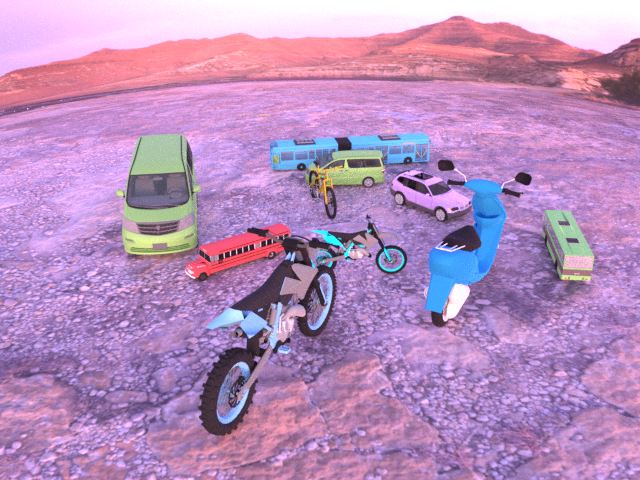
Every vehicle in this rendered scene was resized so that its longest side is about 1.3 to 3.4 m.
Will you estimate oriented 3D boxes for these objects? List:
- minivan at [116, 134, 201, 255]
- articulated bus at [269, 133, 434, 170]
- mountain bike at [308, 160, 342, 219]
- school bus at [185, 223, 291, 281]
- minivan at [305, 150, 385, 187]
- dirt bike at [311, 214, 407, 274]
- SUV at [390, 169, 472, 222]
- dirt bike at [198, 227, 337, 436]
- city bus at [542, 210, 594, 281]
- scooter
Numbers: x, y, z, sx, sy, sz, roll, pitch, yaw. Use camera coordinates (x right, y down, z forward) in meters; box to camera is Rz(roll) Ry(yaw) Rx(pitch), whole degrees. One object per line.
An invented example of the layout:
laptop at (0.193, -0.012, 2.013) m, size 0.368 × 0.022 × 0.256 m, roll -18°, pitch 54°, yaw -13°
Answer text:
minivan at (-2.663, -0.821, 11.778) m, size 1.324 × 1.197 × 3.011 m, roll -4°, pitch 26°, yaw -8°
articulated bus at (0.658, -1.857, 14.693) m, size 3.401 × 0.561 × 0.605 m, roll -4°, pitch 26°, yaw -9°
mountain bike at (0.036, -0.966, 12.465) m, size 0.573 × 0.868 × 1.469 m, roll -8°, pitch 27°, yaw -16°
school bus at (-1.228, 0.170, 10.584) m, size 1.708 × 0.434 × 0.365 m, roll -18°, pitch 31°, yaw -33°
minivan at (0.488, -1.403, 13.676) m, size 1.548 × 0.616 × 0.681 m, roll -1°, pitch 25°, yaw -3°
dirt bike at (0.535, 0.114, 10.210) m, size 1.493 × 0.857 × 0.527 m, roll 0°, pitch 25°, yaw 1°
SUV at (1.970, -0.831, 12.515) m, size 0.656 × 0.580 × 1.572 m, roll -21°, pitch 32°, yaw -37°
dirt bike at (-0.488, 0.814, 7.797) m, size 1.024 × 1.666 × 2.903 m, roll 12°, pitch 28°, yaw 24°
city bus at (3.775, 0.077, 10.748) m, size 0.476 × 0.460 × 1.674 m, roll 3°, pitch 26°, yaw 6°
scooter at (2.044, -0.059, 9.492) m, size 1.288 × 1.786 × 2.721 m, roll 13°, pitch 29°, yaw 26°
